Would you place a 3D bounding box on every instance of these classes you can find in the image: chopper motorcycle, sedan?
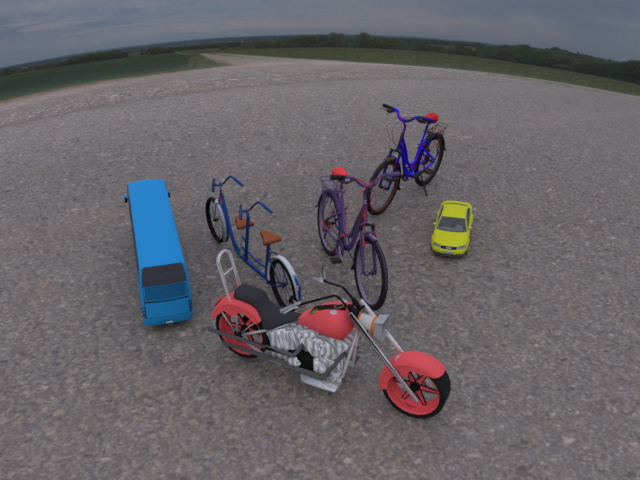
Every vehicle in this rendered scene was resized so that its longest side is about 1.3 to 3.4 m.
[{"bbox_3d":[0.048,1.068,8.136,3.040,1.480,0.906,13,31,23],"label":"chopper motorcycle"},{"bbox_3d":[2.216,-0.251,11.655,0.635,0.483,1.613,7,29,13],"label":"sedan"}]

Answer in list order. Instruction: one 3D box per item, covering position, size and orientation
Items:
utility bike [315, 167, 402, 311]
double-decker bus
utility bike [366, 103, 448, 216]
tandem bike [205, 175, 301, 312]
[{"bbox_3d":[0.513,-0.289,10.290,1.039,1.839,2.791,-9,30,-17],"label":"utility bike"},{"bbox_3d":[-2.462,0.044,10.503,0.756,1.052,3.251,-8,29,-15],"label":"double-decker bus"},{"bbox_3d":[1.723,-1.566,12.675,1.039,1.839,2.791,20,34,32],"label":"utility bike"},{"bbox_3d":[-1.089,-0.071,10.427,0.550,1.326,3.192,-16,32,-27],"label":"tandem bike"}]
